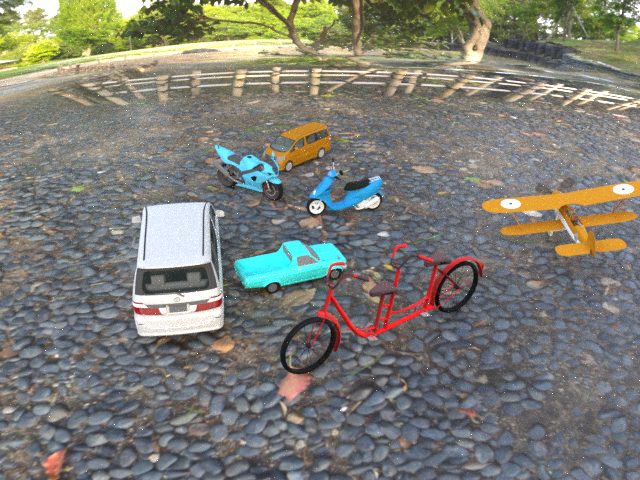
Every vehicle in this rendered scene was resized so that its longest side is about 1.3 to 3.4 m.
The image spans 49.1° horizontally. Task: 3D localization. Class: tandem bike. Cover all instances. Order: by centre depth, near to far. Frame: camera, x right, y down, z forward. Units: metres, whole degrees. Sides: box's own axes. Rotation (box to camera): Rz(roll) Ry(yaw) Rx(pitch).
[{"bbox_3d":[0.881,0.692,8.682,3.192,1.326,0.550,-18,33,-29],"label":"tandem bike"}]

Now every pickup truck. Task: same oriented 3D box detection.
[{"bbox_3d":[-0.421,0.336,10.169,1.603,0.511,0.640,-11,31,-19],"label":"pickup truck"}]

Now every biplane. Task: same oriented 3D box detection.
[{"bbox_3d":[3.856,-0.284,10.805,2.598,0.981,2.120,0,29,1],"label":"biplane"}]

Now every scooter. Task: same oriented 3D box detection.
[{"bbox_3d":[0.450,-0.885,11.955,1.399,0.919,0.662,-6,30,-11],"label":"scooter"}]

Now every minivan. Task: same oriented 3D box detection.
[{"bbox_3d":[-1.971,0.138,9.818,1.324,1.197,3.011,-5,29,-8],"label":"minivan"},{"bbox_3d":[-0.475,-1.883,14.074,0.681,0.616,1.548,24,37,36],"label":"minivan"}]

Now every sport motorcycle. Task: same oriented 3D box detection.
[{"bbox_3d":[-1.290,-1.225,12.671,1.520,0.821,0.506,18,34,29],"label":"sport motorcycle"}]
